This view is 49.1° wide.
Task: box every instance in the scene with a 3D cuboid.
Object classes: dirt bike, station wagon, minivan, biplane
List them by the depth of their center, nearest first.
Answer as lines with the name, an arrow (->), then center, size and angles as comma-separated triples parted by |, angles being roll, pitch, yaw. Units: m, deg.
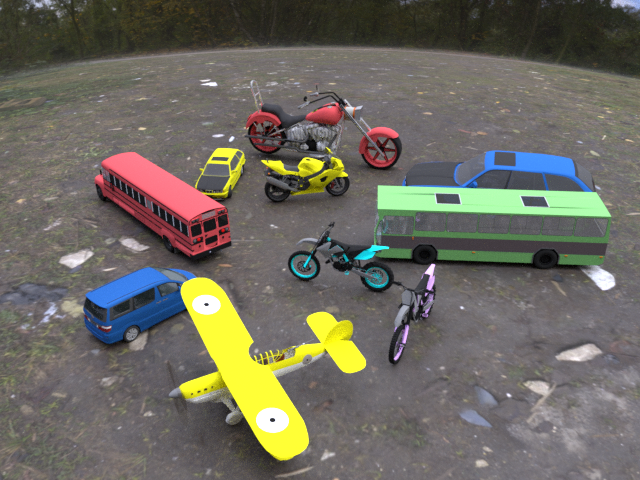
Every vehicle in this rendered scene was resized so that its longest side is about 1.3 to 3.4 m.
biplane -> -0.555, 1.357, 7.398 | 2.120, 0.981, 2.598 | -15, 33, -24
dirt bike -> 1.148, 0.831, 8.460 | 0.527, 0.857, 1.493 | 14, 32, 23
minivan -> -2.205, 0.725, 8.896 | 0.681, 0.616, 1.548 | 25, 38, 37
dirt bike -> 0.272, 0.261, 9.476 | 1.493, 0.857, 0.527 | 8, 30, 13
station wagon -> 2.920, -0.932, 11.536 | 3.105, 0.920, 1.327 | 7, 30, 12
station wagon -> -1.779, -1.221, 12.507 | 0.682, 0.473, 1.597 | 4, 30, 6

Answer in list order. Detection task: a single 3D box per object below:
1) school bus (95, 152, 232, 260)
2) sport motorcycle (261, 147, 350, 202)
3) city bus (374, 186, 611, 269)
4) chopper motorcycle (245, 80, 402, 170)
school bus -> -2.629, -0.649, 11.110 | 0.709, 0.844, 3.322 | -23, 37, -35
sport motorcycle -> -0.228, -1.077, 11.895 | 1.520, 0.821, 0.506 | -6, 30, -11
city bus -> 2.431, -0.184, 10.231 | 3.255, 0.894, 0.926 | 2, 29, 4
chopper motorcycle -> 0.039, -2.169, 13.167 | 3.040, 1.480, 0.906 | 8, 30, 14
